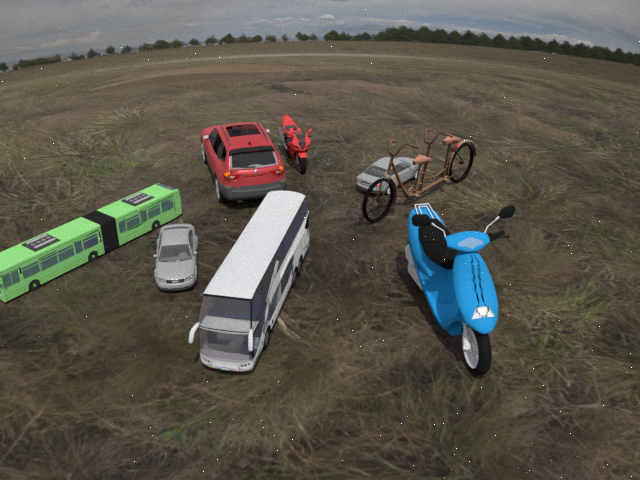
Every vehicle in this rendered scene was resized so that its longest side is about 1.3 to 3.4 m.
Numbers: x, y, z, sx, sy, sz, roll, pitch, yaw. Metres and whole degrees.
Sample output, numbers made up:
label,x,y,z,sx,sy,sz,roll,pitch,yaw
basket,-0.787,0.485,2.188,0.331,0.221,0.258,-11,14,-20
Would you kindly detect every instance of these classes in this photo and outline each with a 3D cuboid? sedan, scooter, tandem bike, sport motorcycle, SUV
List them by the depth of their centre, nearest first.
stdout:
label,x,y,z,sx,sy,sz,roll,pitch,yaw
scooter,1.632,0.287,8.859,1.288,1.786,2.721,-6,29,-10
sedan,-2.133,0.189,10.399,0.635,0.483,1.613,-4,29,-8
tandem bike,1.832,-1.300,12.248,3.192,1.326,0.550,-25,38,-38
sedan,1.328,-1.290,13.110,0.635,0.483,1.613,22,36,34
SUV,-1.487,-1.672,13.137,1.276,1.128,3.058,-8,30,-14
sport motorcycle,-0.500,-1.926,13.923,0.506,0.821,1.520,-8,30,-14

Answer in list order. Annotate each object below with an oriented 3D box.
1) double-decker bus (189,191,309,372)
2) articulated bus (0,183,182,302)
label,x,y,z,sx,sy,sz,roll,pitch,yaw
double-decker bus,-0.800,0.456,9.316,0.756,1.052,3.251,6,29,10
articulated bus,-3.536,-0.054,10.763,0.605,0.561,3.401,19,34,31
